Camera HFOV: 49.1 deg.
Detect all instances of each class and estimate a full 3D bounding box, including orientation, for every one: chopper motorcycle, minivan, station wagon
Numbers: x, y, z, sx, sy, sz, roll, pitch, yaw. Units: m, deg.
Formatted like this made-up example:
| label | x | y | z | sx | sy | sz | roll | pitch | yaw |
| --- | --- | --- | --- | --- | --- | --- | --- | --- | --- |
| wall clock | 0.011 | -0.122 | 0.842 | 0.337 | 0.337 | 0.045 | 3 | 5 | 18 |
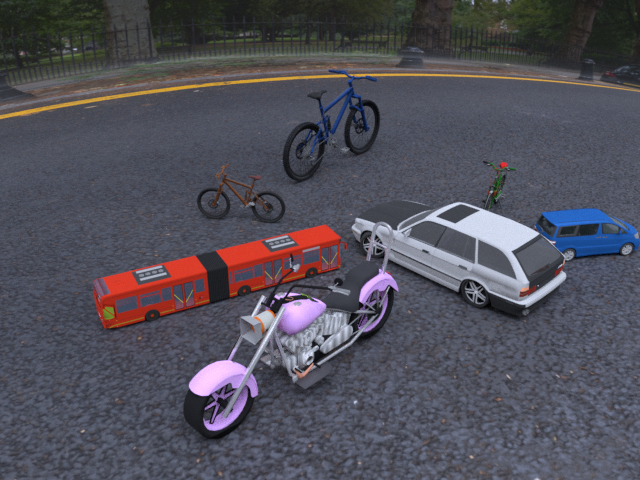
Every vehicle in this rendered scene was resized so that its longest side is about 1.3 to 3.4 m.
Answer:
| label | x | y | z | sx | sy | sz | roll | pitch | yaw |
| --- | --- | --- | --- | --- | --- | --- | --- | --- | --- |
| chopper motorcycle | -0.206 | 0.907 | 7.617 | 0.906 | 1.480 | 3.040 | 25 | 37 | 38 |
| minivan | 4.006 | -0.121 | 10.449 | 1.548 | 0.616 | 0.681 | -5 | 29 | -9 |
| station wagon | 1.856 | 0.002 | 9.898 | 1.327 | 0.920 | 3.105 | -25 | 37 | -38 |

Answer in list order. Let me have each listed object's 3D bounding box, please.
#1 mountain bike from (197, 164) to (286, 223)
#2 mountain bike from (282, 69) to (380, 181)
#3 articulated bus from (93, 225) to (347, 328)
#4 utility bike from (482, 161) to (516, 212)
| label | x | y | z | sx | sy | sz | roll | pitch | yaw |
| --- | --- | --- | --- | --- | --- | --- | --- | --- | --- |
| mountain bike | -1.280 | -0.701 | 11.265 | 1.469 | 0.868 | 0.573 | 4 | 28 | 8 |
| mountain bike | 0.286 | -2.185 | 13.166 | 1.114 | 1.688 | 2.857 | 21 | 35 | 34 |
| articulated bus | -1.266 | 0.451 | 9.440 | 3.401 | 0.561 | 0.605 | -14 | 31 | -24 |
| utility bike | 2.937 | -0.878 | 11.512 | 0.535 | 0.946 | 1.435 | 13 | 31 | 22 |
